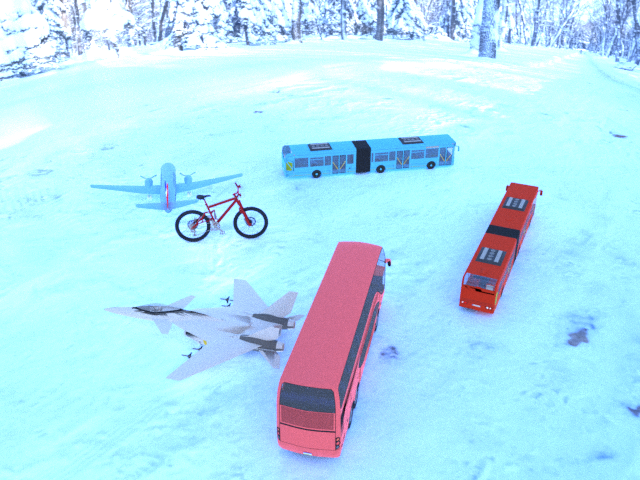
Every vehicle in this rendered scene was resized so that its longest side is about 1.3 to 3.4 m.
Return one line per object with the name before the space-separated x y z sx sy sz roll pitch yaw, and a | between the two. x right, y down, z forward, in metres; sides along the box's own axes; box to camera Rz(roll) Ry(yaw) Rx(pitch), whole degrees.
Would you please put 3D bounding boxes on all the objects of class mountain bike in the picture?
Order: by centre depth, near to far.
mountain bike | -1.554 -0.381 11.020 1.469 0.868 0.573 -4 29 -6

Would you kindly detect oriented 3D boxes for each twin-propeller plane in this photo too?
twin-propeller plane | -2.668 -1.022 12.249 2.663 0.792 2.129 -5 30 -9

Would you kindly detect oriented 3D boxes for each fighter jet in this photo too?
fighter jet | -1.611 0.937 8.973 2.640 0.557 2.229 7 30 13

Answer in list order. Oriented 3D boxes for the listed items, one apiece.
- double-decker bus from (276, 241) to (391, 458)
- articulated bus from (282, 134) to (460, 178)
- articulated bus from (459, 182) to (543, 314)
double-decker bus | 0.235 1.072 8.222 0.756 1.052 3.251 6 30 11
articulated bus | 0.973 -1.632 13.582 3.401 0.561 0.605 -5 30 -9
articulated bus | 2.787 0.010 10.633 0.605 0.561 3.401 12 31 21
